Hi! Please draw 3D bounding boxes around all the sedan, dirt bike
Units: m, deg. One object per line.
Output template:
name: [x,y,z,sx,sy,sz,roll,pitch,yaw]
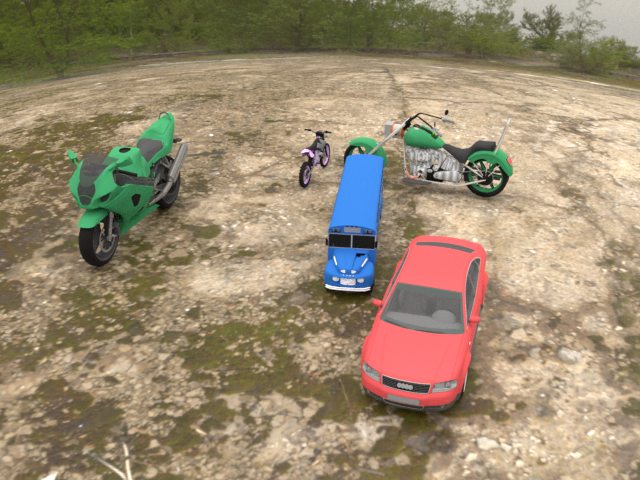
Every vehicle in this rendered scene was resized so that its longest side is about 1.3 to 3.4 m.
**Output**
sedan: [1.323,0.776,8.377,1.235,0.940,3.137,8,29,16]
dirt bike: [-0.094,-1.575,12.938,0.527,0.857,1.493,10,29,18]

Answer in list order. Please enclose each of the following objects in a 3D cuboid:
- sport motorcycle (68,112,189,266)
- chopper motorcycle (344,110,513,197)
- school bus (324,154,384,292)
sport motorcycle: [-2.892,-0.850,10.765,0.983,1.596,2.955,7,29,13]
chopper motorcycle: [1.874,-1.595,12.307,3.040,1.480,0.906,12,30,21]
school bus: [0.566,-0.329,10.583,0.709,0.844,3.322,3,28,6]
